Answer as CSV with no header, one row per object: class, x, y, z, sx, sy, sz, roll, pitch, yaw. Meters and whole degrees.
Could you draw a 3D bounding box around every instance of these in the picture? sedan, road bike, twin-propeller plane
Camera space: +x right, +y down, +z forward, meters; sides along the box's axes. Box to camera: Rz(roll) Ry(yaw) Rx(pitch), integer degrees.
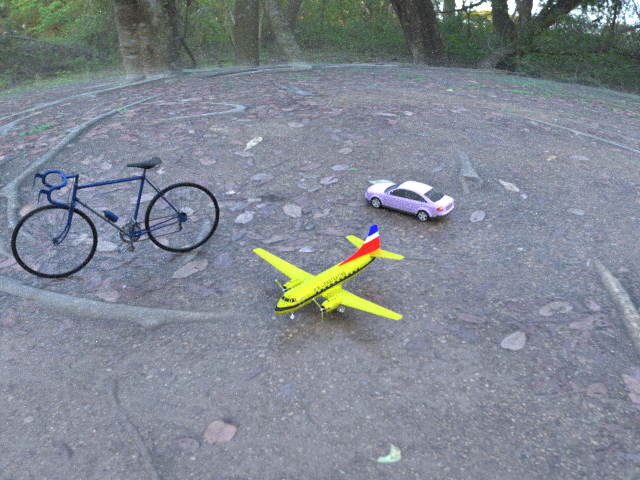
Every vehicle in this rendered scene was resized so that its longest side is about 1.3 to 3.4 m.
sedan,1.535,-0.756,12.181,1.613,0.483,0.635,18,32,31
road bike,-2.917,-0.372,10.166,3.004,1.656,0.696,-12,30,-22
twin-propeller plane,0.154,0.437,9.544,2.663,0.792,2.129,23,35,37
